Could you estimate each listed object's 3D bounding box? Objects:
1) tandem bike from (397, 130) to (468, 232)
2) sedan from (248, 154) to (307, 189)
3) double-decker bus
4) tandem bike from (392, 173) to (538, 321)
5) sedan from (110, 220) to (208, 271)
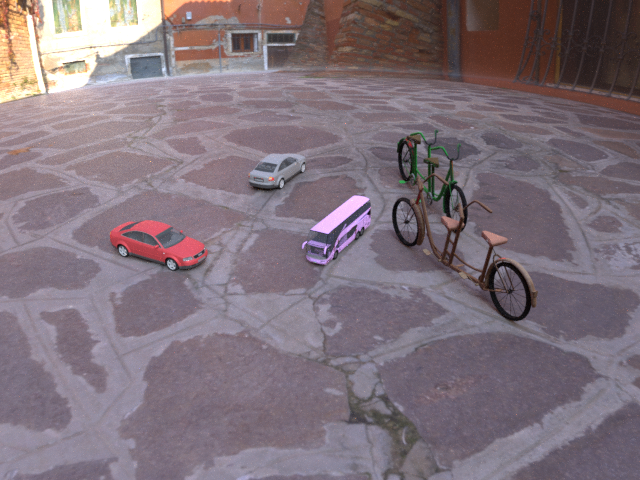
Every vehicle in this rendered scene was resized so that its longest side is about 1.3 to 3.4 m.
[{"bbox_3d":[1.902,-1.257,12.153,0.550,1.326,3.192,-6,27,-12],"label":"tandem bike"},{"bbox_3d":[-0.789,-1.403,13.403,0.635,0.483,1.613,12,28,22],"label":"sedan"},{"bbox_3d":[0.299,-0.157,10.807,0.389,0.541,1.672,13,29,25],"label":"double-decker bus"},{"bbox_3d":[1.882,-0.039,9.679,0.550,1.326,3.192,-13,29,-24],"label":"tandem bike"},{"bbox_3d":[-2.428,0.022,10.508,1.613,0.483,0.635,13,29,25],"label":"sedan"}]
